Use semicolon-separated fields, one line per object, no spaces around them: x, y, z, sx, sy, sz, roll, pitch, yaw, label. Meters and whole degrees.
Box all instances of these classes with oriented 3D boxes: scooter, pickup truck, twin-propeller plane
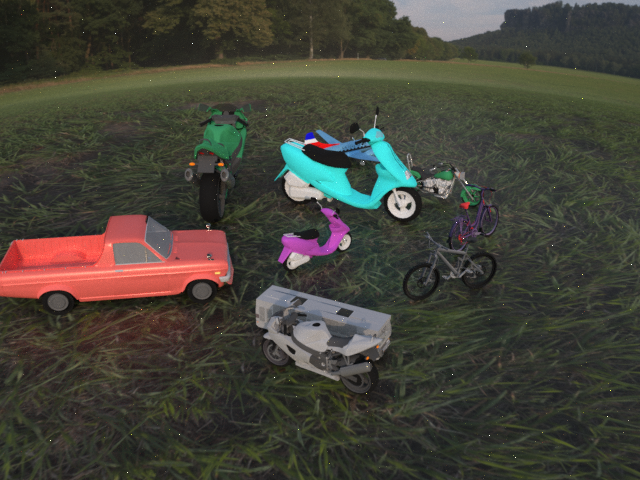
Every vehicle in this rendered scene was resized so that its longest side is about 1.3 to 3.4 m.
-0.044;-0.091;10.446;1.399;0.919;0.662;-20;32;-36;scooter
-2.771;0.251;9.636;3.117;0.993;1.244;-4;26;-8;pickup truck
0.464;-1.302;11.990;2.721;1.786;1.288;11;27;21;scooter
0.531;-2.002;14.633;2.129;0.792;2.663;-16;30;-30;twin-propeller plane

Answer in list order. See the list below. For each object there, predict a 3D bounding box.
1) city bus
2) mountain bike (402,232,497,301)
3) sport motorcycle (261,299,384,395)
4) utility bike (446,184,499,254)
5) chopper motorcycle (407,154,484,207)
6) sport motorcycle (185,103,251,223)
0.026;1.020;8.633;1.674;0.460;0.476;12;28;24;city bus
1.797;0.355;9.562;1.469;0.868;0.573;-9;27;-19;mountain bike
-0.011;1.212;7.806;1.520;0.821;0.506;13;28;26;sport motorcycle
2.391;-0.372;11.007;0.535;0.946;1.435;23;34;39;utility bike
2.231;-1.094;12.748;1.563;0.761;0.466;14;29;28;chopper motorcycle
-1.783;-1.469;12.564;0.983;1.596;2.955;1;25;2;sport motorcycle
